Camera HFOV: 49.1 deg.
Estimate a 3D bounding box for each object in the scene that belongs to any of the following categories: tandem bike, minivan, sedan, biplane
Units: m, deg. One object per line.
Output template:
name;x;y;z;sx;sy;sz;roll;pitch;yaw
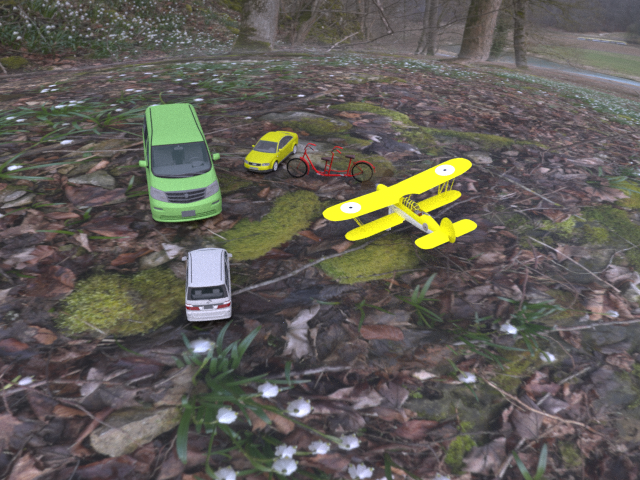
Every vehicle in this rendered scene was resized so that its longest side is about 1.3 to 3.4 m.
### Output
tandem bike;0.192;-1.398;12.729;1.642;0.682;0.283;5;29;8
minivan;-2.465;-1.390;12.180;1.324;1.197;3.011;-7;30;-13
minivan;-1.502;0.479;9.385;0.681;0.616;1.548;-4;29;-7
sedan;-0.938;-1.776;13.623;0.635;0.483;1.613;11;31;18
biplane;1.369;-0.416;10.633;2.598;0.981;2.120;-14;32;-24
